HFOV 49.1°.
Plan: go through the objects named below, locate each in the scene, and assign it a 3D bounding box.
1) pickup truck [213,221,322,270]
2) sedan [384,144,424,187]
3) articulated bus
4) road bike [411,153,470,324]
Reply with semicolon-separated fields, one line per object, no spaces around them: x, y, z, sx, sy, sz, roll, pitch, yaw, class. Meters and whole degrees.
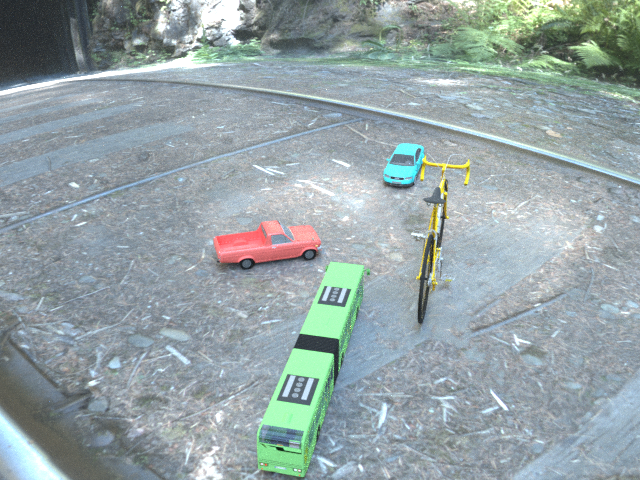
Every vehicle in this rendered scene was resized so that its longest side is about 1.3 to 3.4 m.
-0.789;0.027;10.553;1.603;0.511;0.640;-8;29;-14;pickup truck
1.623;-1.498;13.424;0.635;0.483;1.613;8;29;14;sedan
0.004;1.296;8.136;0.605;0.561;3.401;6;29;11;articulated bus
1.596;-0.140;9.654;0.696;1.656;3.004;7;29;13;road bike
